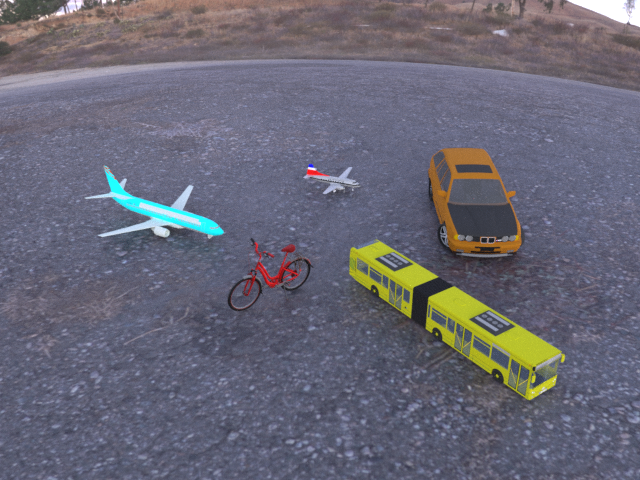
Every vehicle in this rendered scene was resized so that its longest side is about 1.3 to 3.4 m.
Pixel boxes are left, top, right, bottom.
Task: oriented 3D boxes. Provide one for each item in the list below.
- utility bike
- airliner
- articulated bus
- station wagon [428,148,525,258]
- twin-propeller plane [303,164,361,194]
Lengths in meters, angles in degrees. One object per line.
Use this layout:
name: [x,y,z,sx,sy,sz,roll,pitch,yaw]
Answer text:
utility bike: [-0.627,0.437,9.541,1.435,0.946,0.535,-20,34,-33]
airliner: [-2.646,-0.620,11.635,2.541,0.835,2.257,15,32,26]
articulated bus: [1.590,0.905,9.074,0.605,0.561,3.401,-18,33,-31]
station wagon: [2.556,-0.760,11.806,1.327,0.920,3.105,1,28,1]
twin-propeller plane: [0.250,-1.168,13.113,1.095,0.407,1.370,11,30,20]
